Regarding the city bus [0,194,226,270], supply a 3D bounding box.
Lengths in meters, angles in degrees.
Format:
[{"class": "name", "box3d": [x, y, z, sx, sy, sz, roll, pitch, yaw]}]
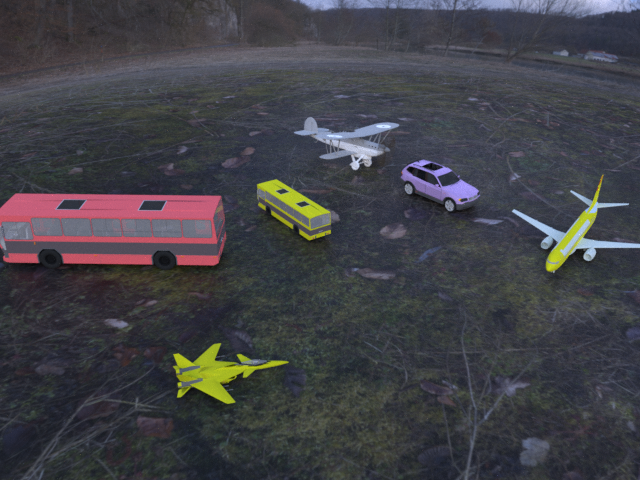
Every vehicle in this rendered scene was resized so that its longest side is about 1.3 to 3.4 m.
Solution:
[{"class": "city bus", "box3d": [-3.118, -0.129, 10.651, 3.255, 0.894, 0.926, 1, 28, 1]}]

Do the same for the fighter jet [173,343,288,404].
[{"class": "fighter jet", "box3d": [-1.032, 1.478, 8.250, 1.358, 0.286, 1.147, -7, 29, -13]}]

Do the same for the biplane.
[{"class": "biplane", "box3d": [0.532, -2.007, 14.128, 2.120, 0.981, 2.598, 20, 34, 33]}]

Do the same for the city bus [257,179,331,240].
[{"class": "city bus", "box3d": [-0.465, -0.509, 11.839, 0.476, 0.460, 1.674, -18, 33, -30]}]

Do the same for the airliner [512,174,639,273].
[{"class": "airliner", "box3d": [4.025, -0.256, 10.955, 2.257, 0.835, 2.541, 18, 33, 30]}]

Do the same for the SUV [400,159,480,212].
[{"class": "SUV", "box3d": [2.162, -1.018, 12.677, 0.656, 0.580, 1.572, -22, 35, -35]}]
